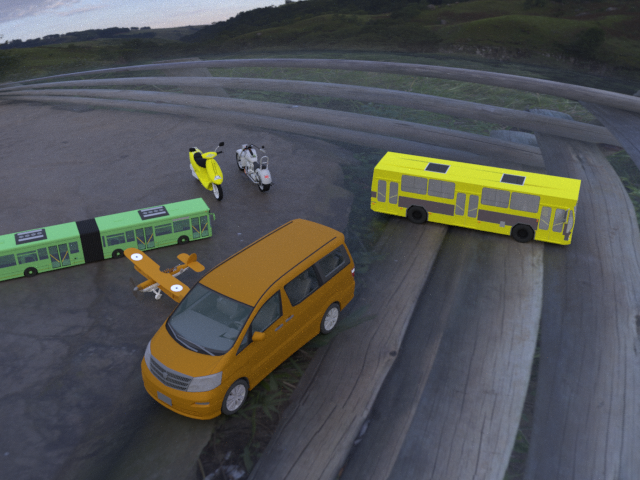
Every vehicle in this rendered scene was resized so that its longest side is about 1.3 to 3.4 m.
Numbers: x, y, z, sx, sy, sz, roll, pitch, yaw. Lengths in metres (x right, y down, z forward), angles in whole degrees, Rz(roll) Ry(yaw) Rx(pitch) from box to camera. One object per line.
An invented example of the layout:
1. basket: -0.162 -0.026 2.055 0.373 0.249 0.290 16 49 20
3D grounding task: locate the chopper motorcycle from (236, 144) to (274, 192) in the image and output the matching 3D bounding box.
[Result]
1. chopper motorcycle: -1.258 -1.450 13.015 0.466 0.761 1.563 -13 32 -22

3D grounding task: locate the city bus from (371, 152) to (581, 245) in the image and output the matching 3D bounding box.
1. city bus: 2.509 -0.682 11.516 3.255 0.894 0.926 11 31 19

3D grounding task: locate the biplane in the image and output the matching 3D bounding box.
1. biplane: -2.139 0.502 9.814 1.336 0.504 1.090 24 37 36

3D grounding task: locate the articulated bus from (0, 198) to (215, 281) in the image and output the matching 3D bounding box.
1. articulated bus: -3.319 -0.029 10.699 3.401 0.561 0.605 -13 32 -21

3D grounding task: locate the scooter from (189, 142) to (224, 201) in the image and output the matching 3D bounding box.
1. scooter: -2.069 -1.342 12.664 0.662 0.919 1.399 -16 33 -25

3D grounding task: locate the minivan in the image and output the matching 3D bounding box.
1. minivan: -0.799 0.851 8.490 1.324 1.197 3.011 20 35 31
